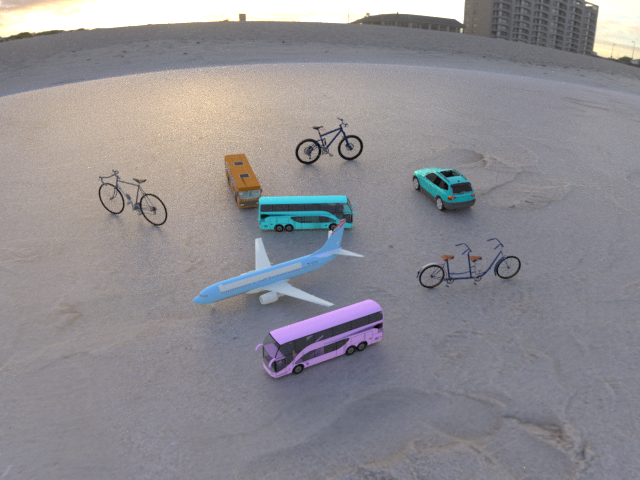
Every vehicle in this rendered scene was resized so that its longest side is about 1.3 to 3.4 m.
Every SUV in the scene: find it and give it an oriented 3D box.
[{"bbox_3d":[2.292,-1.045,12.994,0.656,0.580,1.572,-9,29,-17],"label":"SUV"}]

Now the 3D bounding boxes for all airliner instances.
[{"bbox_3d":[-0.663,0.339,10.137,2.541,0.835,2.257,-16,32,-27],"label":"airliner"}]

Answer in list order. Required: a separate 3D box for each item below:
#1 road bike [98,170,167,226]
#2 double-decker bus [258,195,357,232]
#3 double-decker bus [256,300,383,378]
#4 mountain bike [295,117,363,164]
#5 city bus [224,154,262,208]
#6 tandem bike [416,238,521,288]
[{"bbox_3d":[-3.272,-0.738,12.133,1.545,0.852,0.358,14,31,25],"label":"road bike"},{"bbox_3d":[-0.212,-0.461,11.943,1.672,0.541,0.389,-1,28,-2],"label":"double-decker bus"},{"bbox_3d":[0.031,1.236,8.772,1.672,0.541,0.389,-15,32,-26],"label":"double-decker bus"},{"bbox_3d":[0.200,-2.018,14.507,1.469,0.868,0.573,-7,29,-13],"label":"mountain bike"},{"bbox_3d":[-1.476,-1.119,13.260,0.476,0.460,1.674,-7,29,-14],"label":"city bus"},{"bbox_3d":[2.207,0.350,10.279,1.642,0.682,0.283,-6,29,-11],"label":"tandem bike"}]
